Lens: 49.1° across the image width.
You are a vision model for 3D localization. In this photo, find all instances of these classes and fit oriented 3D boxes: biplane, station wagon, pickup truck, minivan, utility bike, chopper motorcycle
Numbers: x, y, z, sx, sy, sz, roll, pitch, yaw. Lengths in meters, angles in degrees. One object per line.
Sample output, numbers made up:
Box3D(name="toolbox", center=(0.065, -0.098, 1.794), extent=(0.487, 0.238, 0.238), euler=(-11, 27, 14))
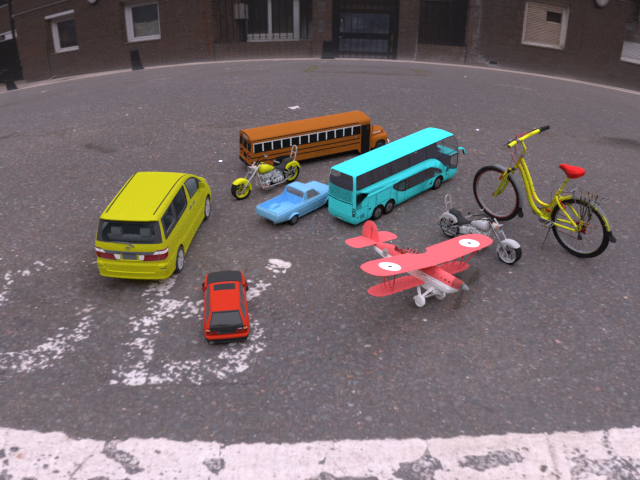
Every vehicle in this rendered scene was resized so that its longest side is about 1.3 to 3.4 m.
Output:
Box3D(name="biplane", center=(1.378, 0.312, 10.313), extent=(2.598, 0.981, 2.120), euler=(-23, 36, -34))
Box3D(name="station wagon", center=(-1.336, 0.836, 9.895), extent=(0.682, 0.473, 1.597), euler=(-4, 29, -7))
Box3D(name="pickup truck", center=(-0.415, -0.729, 12.662), extent=(0.640, 0.511, 1.603), euler=(23, 37, 36))
Box3D(name="minivan", center=(-2.646, -0.470, 11.493), extent=(1.324, 1.197, 3.011), euler=(3, 29, 5))
Box3D(name="utility bike", center=(3.565, -0.796, 11.419), extent=(1.039, 1.839, 2.791), euler=(-22, 36, -34))
Box3D(name="chopper motorcycle", center=(2.606, -0.182, 11.423), extent=(0.466, 0.761, 1.563), euler=(-25, 38, -37))
Box3D(name="chopper motorcycle", center=(-1.030, -1.302, 13.432), extent=(1.563, 0.761, 0.466), euler=(-22, 36, -33))

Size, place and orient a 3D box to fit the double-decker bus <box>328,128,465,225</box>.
Box3D(name="double-decker bus", center=(1.470, -1.264, 13.065), extent=(0.756, 1.052, 3.251), euler=(26, 38, 38))

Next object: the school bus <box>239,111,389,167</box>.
Box3D(name="school bus", center=(-0.054, -2.133, 14.837), extent=(3.322, 0.844, 0.709), euler=(-14, 32, -23))
